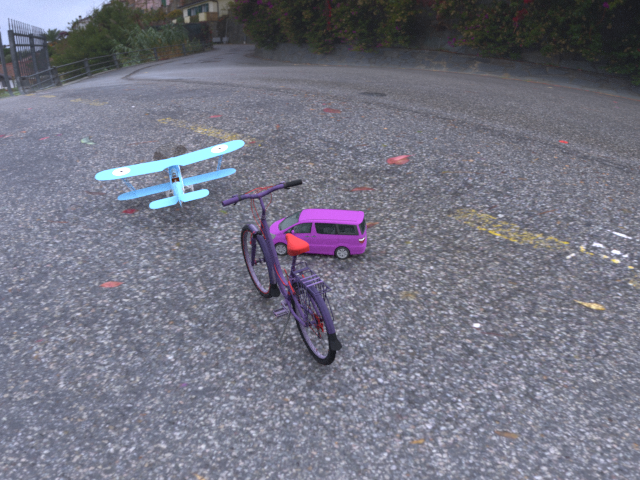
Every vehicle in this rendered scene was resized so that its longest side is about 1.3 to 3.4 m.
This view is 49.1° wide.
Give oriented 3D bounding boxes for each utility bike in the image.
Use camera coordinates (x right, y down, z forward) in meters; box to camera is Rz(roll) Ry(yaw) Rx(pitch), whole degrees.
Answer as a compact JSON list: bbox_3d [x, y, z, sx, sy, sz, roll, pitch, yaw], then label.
[{"bbox_3d":[-0.531,0.317,8.522,1.039,1.839,2.791,-13,30,-24],"label":"utility bike"}]

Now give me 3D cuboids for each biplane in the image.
[{"bbox_3d":[-2.523,-1.010,12.057,2.598,0.981,2.120,-7,28,-13],"label":"biplane"}]

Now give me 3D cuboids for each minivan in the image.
[{"bbox_3d":[-0.058,-0.132,10.742,1.548,0.616,0.681,4,27,7],"label":"minivan"}]
